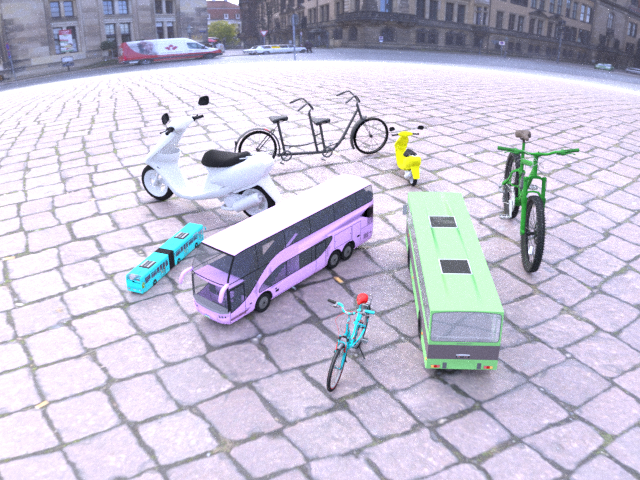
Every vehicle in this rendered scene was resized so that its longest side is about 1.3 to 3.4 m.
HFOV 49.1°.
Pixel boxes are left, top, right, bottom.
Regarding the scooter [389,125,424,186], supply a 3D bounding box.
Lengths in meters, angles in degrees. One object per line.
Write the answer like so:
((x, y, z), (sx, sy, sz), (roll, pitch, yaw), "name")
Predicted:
((1.625, -1.624, 13.019), (0.662, 0.919, 1.399), (-4, 28, -8), "scooter")

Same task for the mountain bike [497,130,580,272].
((3.060, -0.758, 10.505), (1.114, 1.688, 2.857), (2, 27, 4), "mountain bike")

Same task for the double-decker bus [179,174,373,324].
((-0.437, 0.068, 9.598), (0.756, 1.052, 3.251), (21, 34, 34), "double-decker bus")

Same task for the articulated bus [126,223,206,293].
((-2.194, 0.231, 10.113), (0.311, 0.289, 1.749), (9, 29, 18), "articulated bus")

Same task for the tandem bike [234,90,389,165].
((-0.118, -2.140, 13.577), (3.192, 1.326, 0.550), (-9, 29, -17), "tandem bike")

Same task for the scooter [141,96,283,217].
((-1.864, -1.306, 11.459), (2.721, 1.786, 1.288), (12, 30, 22), "scooter")

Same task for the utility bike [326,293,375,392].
((0.395, 1.026, 7.857), (0.535, 0.946, 1.435), (10, 29, 19), "utility bike")

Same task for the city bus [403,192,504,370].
((1.631, 0.424, 9.079), (0.926, 0.894, 3.255), (1, 27, 2), "city bus")
